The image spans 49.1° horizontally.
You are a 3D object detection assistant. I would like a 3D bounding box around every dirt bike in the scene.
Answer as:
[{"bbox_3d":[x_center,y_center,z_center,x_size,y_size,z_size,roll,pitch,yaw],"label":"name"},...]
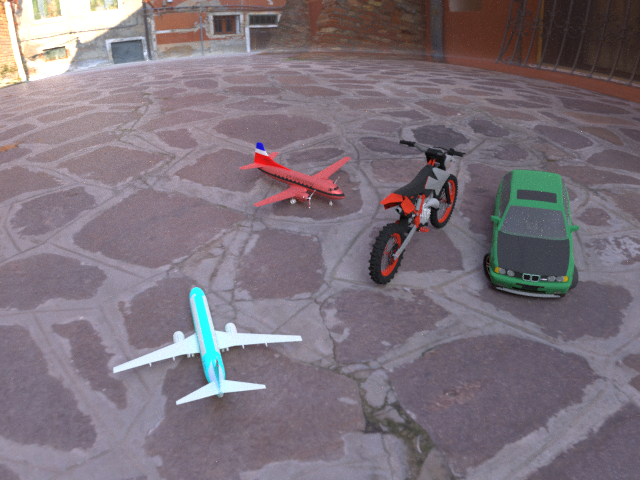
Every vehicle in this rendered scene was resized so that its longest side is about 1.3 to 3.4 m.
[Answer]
[{"bbox_3d":[1.493,-0.551,10.597,1.024,1.666,2.903,17,34,28],"label":"dirt bike"}]

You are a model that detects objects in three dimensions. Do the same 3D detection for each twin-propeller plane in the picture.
[{"bbox_3d":[-0.409,-1.186,12.623,2.129,0.792,2.663,21,35,33],"label":"twin-propeller plane"}]

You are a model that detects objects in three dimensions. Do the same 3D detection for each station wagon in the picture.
[{"bbox_3d":[3.280,-0.247,10.818,1.327,0.920,3.105,7,30,13],"label":"station wagon"}]

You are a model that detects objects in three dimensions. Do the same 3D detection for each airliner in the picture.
[{"bbox_3d":[-1.394,1.069,8.558,2.257,0.835,2.541,-8,30,-14],"label":"airliner"}]
